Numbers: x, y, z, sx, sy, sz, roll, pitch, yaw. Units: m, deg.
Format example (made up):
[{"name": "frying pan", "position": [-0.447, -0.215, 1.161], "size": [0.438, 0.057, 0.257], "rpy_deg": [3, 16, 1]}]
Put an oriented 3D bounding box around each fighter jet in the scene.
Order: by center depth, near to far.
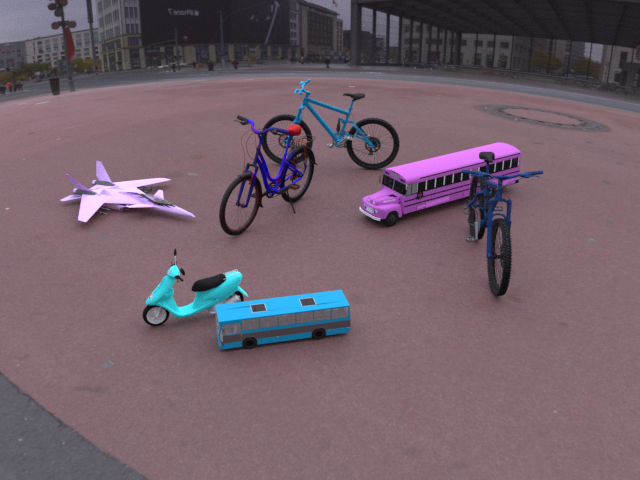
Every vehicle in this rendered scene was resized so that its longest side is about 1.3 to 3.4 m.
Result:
[{"name": "fighter jet", "position": [-3.307, -0.831, 12.536], "size": [2.640, 0.557, 2.229], "rpy_deg": [14, 29, 25]}]

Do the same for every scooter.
[{"name": "scooter", "position": [-1.643, 0.630, 9.165], "size": [1.399, 0.919, 0.662], "rpy_deg": [-9, 28, -18]}]

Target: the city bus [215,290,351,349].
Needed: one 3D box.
[{"name": "city bus", "position": [-0.469, 1.021, 8.892], "size": [1.674, 0.460, 0.476], "rpy_deg": [-6, 27, -12]}]

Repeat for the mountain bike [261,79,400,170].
[{"name": "mountain bike", "position": [0.192, -2.272, 14.178], "size": [2.857, 1.688, 1.114], "rpy_deg": [3, 26, 7]}]

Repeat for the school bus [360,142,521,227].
[{"name": "school bus", "position": [2.207, -1.049, 12.652], "size": [3.322, 0.844, 0.709], "rpy_deg": [-16, 30, -29]}]

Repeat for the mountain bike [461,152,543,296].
[{"name": "mountain bike", "position": [2.522, -0.424, 10.432], "size": [1.114, 1.688, 2.857], "rpy_deg": [1, 26, 2]}]

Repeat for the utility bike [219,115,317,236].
[{"name": "utility bike", "position": [-0.733, -1.221, 11.878], "size": [1.039, 1.839, 2.791], "rpy_deg": [16, 30, 29]}]
